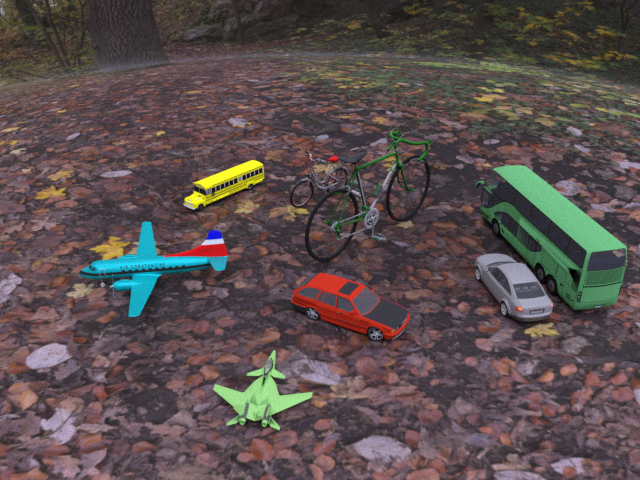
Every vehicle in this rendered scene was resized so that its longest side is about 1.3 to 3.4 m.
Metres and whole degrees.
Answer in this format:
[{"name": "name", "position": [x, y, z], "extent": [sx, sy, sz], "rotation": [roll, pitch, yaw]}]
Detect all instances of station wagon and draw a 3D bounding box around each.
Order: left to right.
[{"name": "station wagon", "position": [0.410, 0.848, 9.329], "extent": [1.597, 0.473, 0.682], "rotation": [16, 32, 26]}]

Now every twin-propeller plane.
[{"name": "twin-propeller plane", "position": [-2.384, 0.277, 10.038], "extent": [2.129, 0.792, 2.663], "rotation": [-4, 29, -8]}]

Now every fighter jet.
[{"name": "fighter jet", "position": [-0.647, 1.624, 8.111], "extent": [1.147, 0.286, 1.358], "rotation": [3, 29, 6]}]

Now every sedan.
[{"name": "sedan", "position": [2.683, 0.574, 9.818], "extent": [0.635, 0.483, 1.613], "rotation": [-5, 29, -10]}]

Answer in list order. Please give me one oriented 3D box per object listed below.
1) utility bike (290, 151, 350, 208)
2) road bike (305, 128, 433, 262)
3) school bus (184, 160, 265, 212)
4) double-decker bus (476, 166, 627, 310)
[{"name": "utility bike", "position": [0.048, -1.112, 12.407], "extent": [1.435, 0.946, 0.535], "rotation": [-23, 36, -36]}, {"name": "road bike", "position": [0.836, -0.752, 11.015], "extent": [0.697, 1.656, 3.004], "rotation": [25, 38, 38]}, {"name": "school bus", "position": [-1.739, -0.996, 12.727], "extent": [0.365, 0.434, 1.708], "rotation": [23, 36, 36]}, {"name": "double-decker bus", "position": [3.372, -0.175, 10.590], "extent": [0.756, 1.052, 3.251], "rotation": [-6, 29, -11]}]
